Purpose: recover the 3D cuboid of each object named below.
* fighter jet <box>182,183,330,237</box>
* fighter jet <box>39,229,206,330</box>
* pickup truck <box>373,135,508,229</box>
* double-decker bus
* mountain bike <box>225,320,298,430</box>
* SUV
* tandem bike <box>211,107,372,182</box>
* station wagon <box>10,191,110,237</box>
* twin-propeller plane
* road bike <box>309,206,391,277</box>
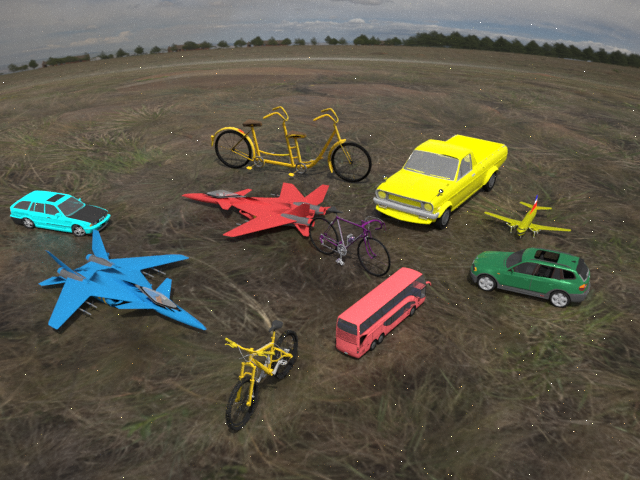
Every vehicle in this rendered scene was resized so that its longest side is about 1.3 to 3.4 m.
[{"bbox_3d":[-1.183,-0.698,11.669,2.640,0.557,2.229,11,29,20],"label":"fighter jet"},{"bbox_3d":[-2.462,0.586,9.216,2.640,0.557,2.229,19,33,32],"label":"fighter jet"},{"bbox_3d":[2.173,-1.194,12.148,1.244,0.993,3.117,18,33,30],"label":"pickup truck"},{"bbox_3d":[0.804,0.857,8.715,0.389,0.541,1.672,19,33,32],"label":"double-decker bus"},{"bbox_3d":[-0.597,1.338,7.442,0.573,0.868,1.469,13,30,23],"label":"mountain bike"},{"bbox_3d":[2.854,0.419,9.509,1.572,0.580,0.656,12,30,22],"label":"SUV"},{"bbox_3d":[-0.580,-1.821,12.989,3.192,1.326,0.550,8,29,16],"label":"tandem bike"},{"bbox_3d":[-4.197,-0.464,11.312,1.597,0.473,0.682,9,29,16],"label":"station wagon"},{"bbox_3d":[3.333,-0.366,11.196,1.370,0.407,1.095,14,31,25],"label":"twin-propeller plane"},{"bbox_3d":[0.403,-0.024,10.063,1.545,0.852,0.358,23,35,37],"label":"road bike"}]
